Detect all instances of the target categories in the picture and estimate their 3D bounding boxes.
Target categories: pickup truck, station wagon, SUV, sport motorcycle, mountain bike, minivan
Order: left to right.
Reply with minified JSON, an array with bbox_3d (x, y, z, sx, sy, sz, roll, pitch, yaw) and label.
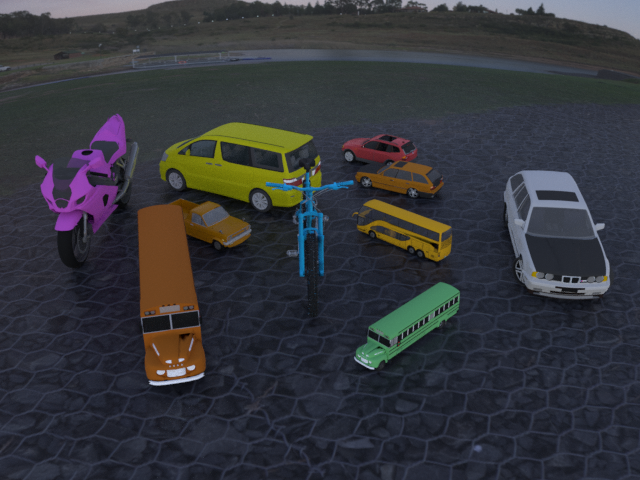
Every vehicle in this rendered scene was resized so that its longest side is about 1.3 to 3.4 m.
[{"bbox_3d":[-3.527,-0.836,10.947,0.983,1.596,2.955,1,28,2],"label":"sport motorcycle"},{"bbox_3d":[-1.859,-0.320,11.132,1.603,0.511,0.640,19,33,31],"label":"pickup truck"},{"bbox_3d":[-1.486,-1.420,12.473,3.011,1.197,1.324,15,31,25],"label":"minivan"},{"bbox_3d":[-0.155,-0.227,9.702,1.114,1.688,2.857,-1,28,-3],"label":"mountain bike"},{"bbox_3d":[1.171,-1.785,13.816,1.572,0.580,0.656,19,33,31],"label":"SUV"},{"bbox_3d":[1.431,-1.174,12.780,1.597,0.473,0.682,15,32,26],"label":"station wagon"},{"bbox_3d":[3.499,-0.227,10.519,1.327,0.920,3.105,3,28,6],"label":"station wagon"}]

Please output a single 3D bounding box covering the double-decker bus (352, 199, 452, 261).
[{"bbox_3d":[1.259,-0.177,10.830,1.672,0.541,0.389,23,36,37],"label":"double-decker bus"}]

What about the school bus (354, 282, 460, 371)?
[{"bbox_3d":[1.093,1.050,8.635,0.365,0.434,1.708,25,37,38],"label":"school bus"}]

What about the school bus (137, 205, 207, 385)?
[{"bbox_3d":[-1.969,0.596,9.053,0.709,0.844,3.322,-7,29,-12],"label":"school bus"}]
